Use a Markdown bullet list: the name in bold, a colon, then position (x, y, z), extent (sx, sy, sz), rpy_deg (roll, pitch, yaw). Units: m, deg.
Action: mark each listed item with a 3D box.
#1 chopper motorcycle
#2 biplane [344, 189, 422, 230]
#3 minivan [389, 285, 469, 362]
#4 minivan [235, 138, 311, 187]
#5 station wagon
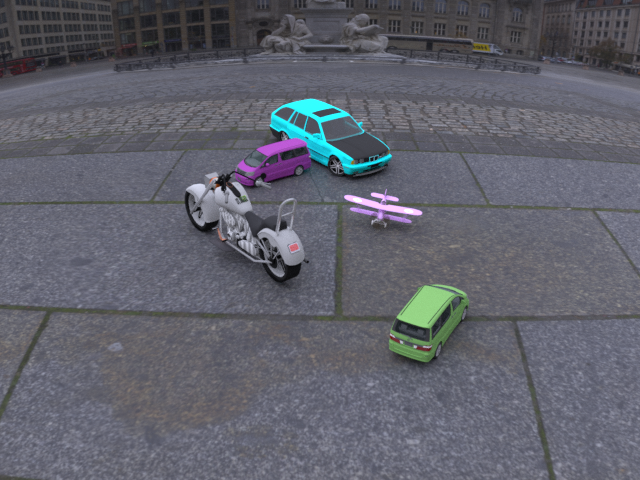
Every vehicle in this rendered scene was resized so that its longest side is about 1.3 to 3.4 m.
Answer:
- **chopper motorcycle**: position (-1.277, -0.431, 10.914), extent (0.906, 1.480, 3.040), rpy_deg (-22, 36, -34)
- **biplane**: position (1.103, -0.546, 12.130), extent (1.336, 0.504, 1.090), rpy_deg (5, 29, 9)
- **minivan**: position (1.481, 0.978, 9.260), extent (0.681, 0.616, 1.548), rpy_deg (16, 33, 26)
- **minivan**: position (-0.933, -1.539, 13.810), extent (1.548, 0.616, 0.681), rpy_deg (-19, 34, -31)
- **station wagon**: position (0.182, -2.241, 14.762), extent (1.327, 0.920, 3.105), rpy_deg (-19, 34, -31)
